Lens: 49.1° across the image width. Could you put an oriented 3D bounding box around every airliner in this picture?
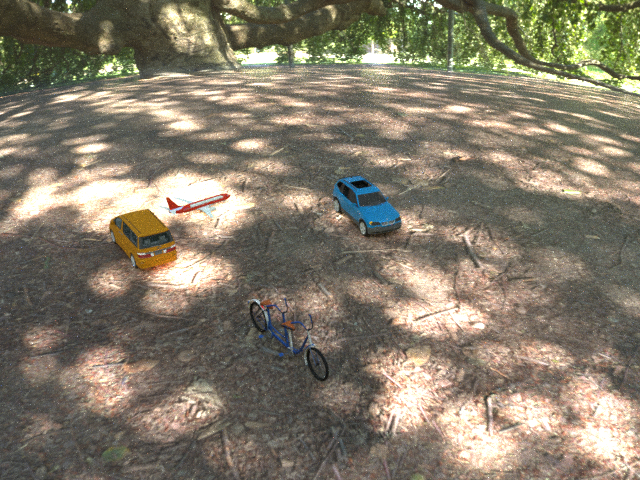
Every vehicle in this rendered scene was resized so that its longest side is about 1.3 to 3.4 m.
[{"bbox_3d":[-2.045,-0.687,11.832,1.307,0.429,1.161,-23,35,-38],"label":"airliner"}]

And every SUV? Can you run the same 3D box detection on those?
[{"bbox_3d":[0.746,-0.597,11.484,0.656,0.580,1.572,-11,29,-21],"label":"SUV"}]

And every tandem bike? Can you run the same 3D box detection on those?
[{"bbox_3d":[-0.400,1.030,8.139,0.283,0.682,1.642,-19,32,-32],"label":"tandem bike"}]

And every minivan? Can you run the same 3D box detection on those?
[{"bbox_3d":[-2.687,-0.107,10.471,0.681,0.616,1.548,-16,31,-29],"label":"minivan"}]
